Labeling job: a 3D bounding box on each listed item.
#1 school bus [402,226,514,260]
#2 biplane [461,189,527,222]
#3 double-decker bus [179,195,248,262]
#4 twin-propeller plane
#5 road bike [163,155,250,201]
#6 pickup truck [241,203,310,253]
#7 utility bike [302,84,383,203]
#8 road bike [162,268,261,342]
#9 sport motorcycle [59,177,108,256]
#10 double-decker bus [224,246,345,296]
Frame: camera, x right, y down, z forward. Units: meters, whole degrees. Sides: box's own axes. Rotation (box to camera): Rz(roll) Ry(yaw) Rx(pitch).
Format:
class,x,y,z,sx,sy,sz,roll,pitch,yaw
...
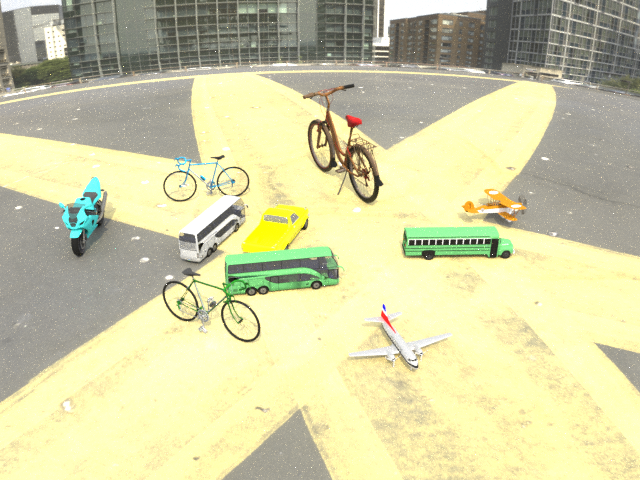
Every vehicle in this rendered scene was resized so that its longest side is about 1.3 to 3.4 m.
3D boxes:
class,x,y,z,sx,sy,sz,roll,pitch,yaw
school bus,2.142,0.034,10.792,1.708,0.434,0.365,-1,27,-2
biplane,2.946,-0.554,11.849,1.090,0.504,1.336,-5,28,-9
double-decker bus,-1.683,-0.221,11.168,0.389,0.541,1.672,10,29,18
twin-propeller plane,0.959,1.198,8.576,1.370,0.407,1.095,-9,29,-16
road bike,-2.041,-1.121,12.567,1.545,0.852,0.358,-6,28,-11
pickup truck,-0.684,-0.199,11.159,0.640,0.511,1.603,9,29,16
utility bike,0.317,-1.812,12.828,1.039,1.839,2.791,-13,30,-24
road bike,-1.406,0.793,8.875,1.545,0.852,0.358,14,31,26
sport motorcycle,-3.735,-0.390,11.190,0.506,0.821,1.520,-1,27,-1
double-decker bus,-0.508,0.429,9.914,1.672,0.541,0.389,-5,28,-10
